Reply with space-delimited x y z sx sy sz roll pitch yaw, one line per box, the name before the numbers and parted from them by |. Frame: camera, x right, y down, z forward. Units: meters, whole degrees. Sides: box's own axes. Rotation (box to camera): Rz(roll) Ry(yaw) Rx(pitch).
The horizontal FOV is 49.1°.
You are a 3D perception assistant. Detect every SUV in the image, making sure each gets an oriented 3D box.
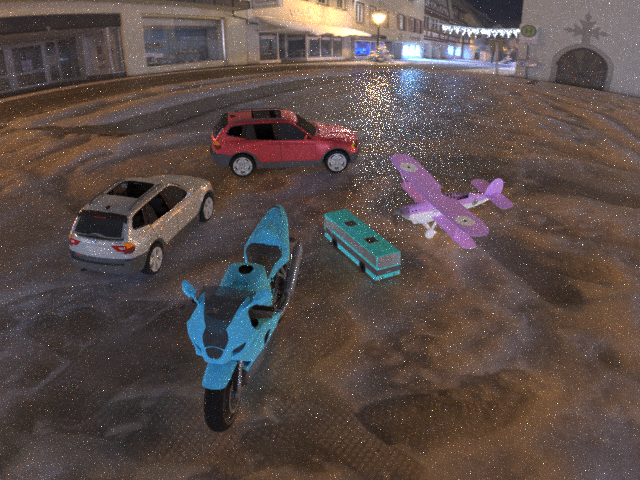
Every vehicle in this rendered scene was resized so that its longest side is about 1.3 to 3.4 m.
SUV | -2.778 -0.468 11.241 1.276 1.128 3.058 8 29 14
SUV | -0.714 -2.056 14.267 3.058 1.128 1.276 -3 28 -6

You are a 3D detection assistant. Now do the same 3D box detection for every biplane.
biplane | 2.182 -0.596 11.645 2.120 0.981 2.598 -12 30 -21

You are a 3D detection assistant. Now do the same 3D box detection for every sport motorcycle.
sport motorcycle | -0.830 0.823 8.279 0.983 1.596 2.955 5 28 10

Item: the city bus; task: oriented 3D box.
city bus | 0.628 0.070 10.936 0.476 0.460 1.674 -13 31 -24
